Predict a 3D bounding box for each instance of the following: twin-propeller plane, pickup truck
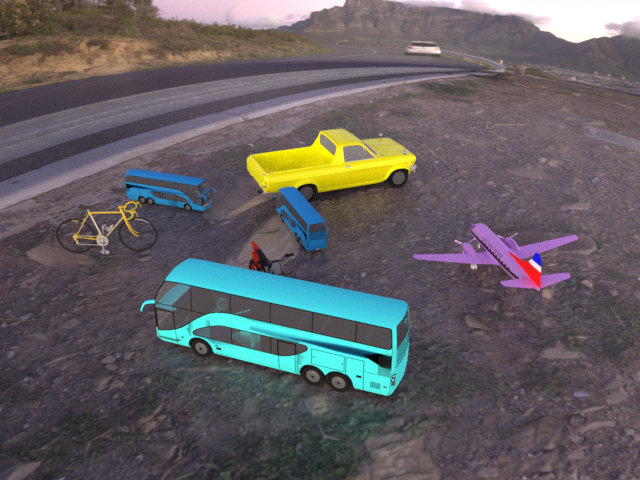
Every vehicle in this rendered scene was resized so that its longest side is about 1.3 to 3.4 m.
[{"bbox_3d":[2.697,0.132,10.267,2.663,0.792,2.129,-7,29,-12],"label":"twin-propeller plane"},{"bbox_3d":[0.234,-1.479,13.087,3.117,0.993,1.244,-11,30,-19],"label":"pickup truck"}]

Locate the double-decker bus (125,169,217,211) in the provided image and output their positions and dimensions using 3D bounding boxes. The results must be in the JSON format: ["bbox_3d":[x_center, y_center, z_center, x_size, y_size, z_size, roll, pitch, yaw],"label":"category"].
[{"bbox_3d":[-2.672,-0.885,12.451,1.672,0.541,0.389,10,29,18],"label":"double-decker bus"}]

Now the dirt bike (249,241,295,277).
[{"bbox_3d":[-0.657,0.530,9.448,0.527,0.857,1.493,-13,31,-23],"label":"dirt bike"}]

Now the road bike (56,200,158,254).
[{"bbox_3d":[-3.302,-0.184,10.799,1.545,0.852,0.358,-2,28,-3],"label":"road bike"}]

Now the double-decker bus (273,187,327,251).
[{"bbox_3d":[-0.336,-0.385,11.509,0.389,0.541,1.672,-10,30,-19],"label":"double-decker bus"}]

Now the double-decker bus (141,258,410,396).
[{"bbox_3d":[-0.554,0.987,8.381,3.251,1.052,0.756,10,30,19],"label":"double-decker bus"}]
